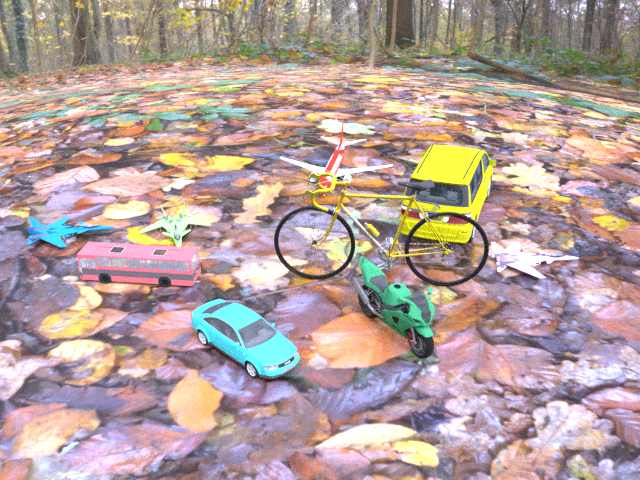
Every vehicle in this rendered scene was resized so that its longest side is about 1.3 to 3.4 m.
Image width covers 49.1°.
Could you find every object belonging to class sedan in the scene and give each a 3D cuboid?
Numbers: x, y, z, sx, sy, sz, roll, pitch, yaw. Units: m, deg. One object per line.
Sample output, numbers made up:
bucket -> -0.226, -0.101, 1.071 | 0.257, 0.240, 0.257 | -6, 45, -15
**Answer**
sedan -> -0.926, 1.137, 8.501 | 1.613, 0.483, 0.635 | 24, 35, 39

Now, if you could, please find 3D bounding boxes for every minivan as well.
minivan -> 2.229, -0.967, 11.902 | 1.324, 1.197, 3.011 | 9, 28, 17

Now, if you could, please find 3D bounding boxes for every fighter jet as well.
fighter jet -> -2.348, -0.210, 11.409 | 1.147, 0.286, 1.358 | -7, 27, -13
fighter jet -> 3.260, 0.224, 10.541 | 1.358, 0.286, 1.147 | -2, 27, -4
fighter jet -> -4.048, -0.215, 11.418 | 1.358, 0.286, 1.147 | -7, 27, -13

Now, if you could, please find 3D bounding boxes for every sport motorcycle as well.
sport motorcycle -> 0.930, 0.828, 8.741 | 0.506, 0.821, 1.520 | -15, 30, -27

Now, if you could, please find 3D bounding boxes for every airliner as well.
airliner -> 0.254, -1.600, 13.569 | 2.257, 0.835, 2.541 | 5, 27, 10

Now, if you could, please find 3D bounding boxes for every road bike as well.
road bike -> 0.839, -0.126, 9.712 | 3.004, 1.656, 0.697 | 3, 27, 5

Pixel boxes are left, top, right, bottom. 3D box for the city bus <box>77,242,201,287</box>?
city bus -> -2.592, 0.361, 10.076 | 1.674, 0.460, 0.476 | 3, 27, 6
